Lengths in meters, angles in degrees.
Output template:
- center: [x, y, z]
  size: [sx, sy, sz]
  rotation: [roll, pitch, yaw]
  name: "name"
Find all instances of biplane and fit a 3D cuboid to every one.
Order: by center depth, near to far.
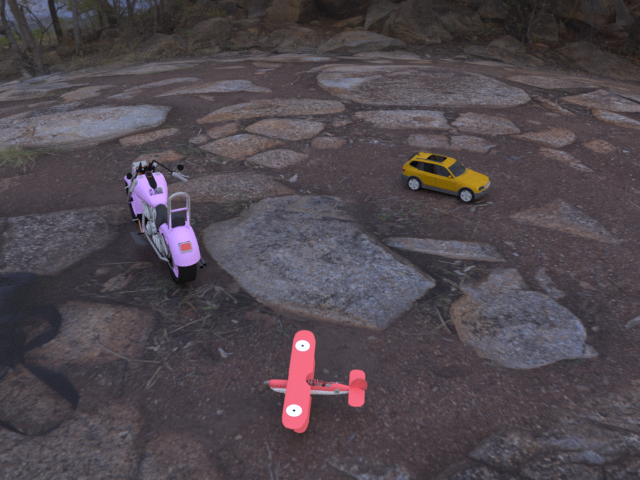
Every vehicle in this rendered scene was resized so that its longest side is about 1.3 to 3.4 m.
- center: [-0.053, 1.547, 7.321]
  size: [1.090, 0.504, 1.336]
  rotation: [2, 28, 4]
  name: "biplane"

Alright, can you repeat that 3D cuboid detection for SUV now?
- center: [2.204, -1.141, 12.285]
  size: [1.572, 0.580, 0.656]
  rotation: [16, 32, 27]
  name: "SUV"

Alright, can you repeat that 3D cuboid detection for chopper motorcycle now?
- center: [-2.379, -0.511, 10.146]
  size: [0.906, 1.480, 3.040]
  rotation: [-14, 31, -24]
  name: "chopper motorcycle"
